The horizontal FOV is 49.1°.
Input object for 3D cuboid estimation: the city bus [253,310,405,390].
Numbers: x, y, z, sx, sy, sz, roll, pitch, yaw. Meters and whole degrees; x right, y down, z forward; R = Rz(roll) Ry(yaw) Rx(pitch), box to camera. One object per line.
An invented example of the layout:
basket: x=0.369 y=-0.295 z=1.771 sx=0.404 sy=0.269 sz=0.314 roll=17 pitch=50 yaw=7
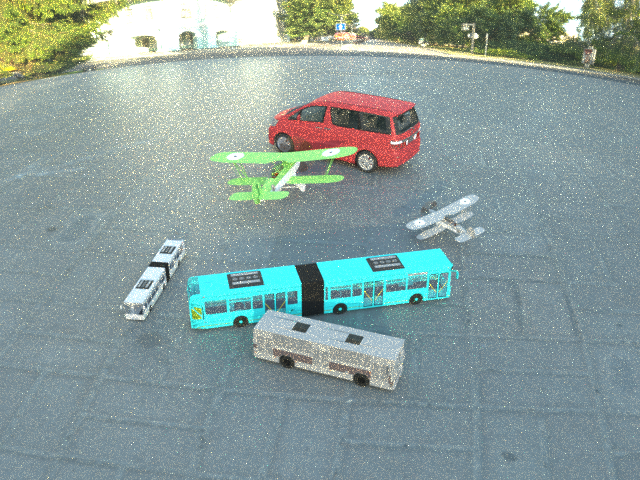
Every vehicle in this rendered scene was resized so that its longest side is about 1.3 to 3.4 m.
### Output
city bus: x=0.089 y=1.238 z=7.863 sx=1.674 sy=0.460 sz=0.476 roll=10 pitch=30 yaw=18

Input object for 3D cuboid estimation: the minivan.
minivan: x=0.412 y=-2.208 z=13.540 sx=3.011 sy=1.197 sz=1.324 roll=16 pitch=32 yaw=27

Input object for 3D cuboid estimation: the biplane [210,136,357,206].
biplane: x=-0.737 y=-1.051 z=11.601 sx=2.598 sy=0.981 sz=2.120 roll=8 pitch=29 yaw=15

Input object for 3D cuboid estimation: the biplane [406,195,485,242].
biplane: x=1.954 y=-0.237 z=10.582 sx=1.336 sy=0.504 sz=1.090 roll=-16 pitch=32 yaw=-27

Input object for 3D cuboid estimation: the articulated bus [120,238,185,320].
articulated bus: x=-2.205 y=0.493 z=9.441 sx=0.311 sy=0.289 sz=1.749 roll=4 pitch=28 yaw=7

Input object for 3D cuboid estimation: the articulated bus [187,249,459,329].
articulated bus: x=0.048 y=0.611 z=8.930 sx=3.401 sy=0.561 sz=0.605 roll=-6 pitch=29 yaw=-11
